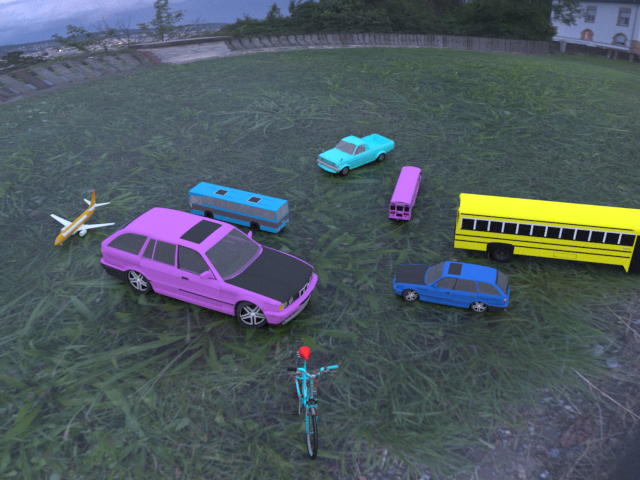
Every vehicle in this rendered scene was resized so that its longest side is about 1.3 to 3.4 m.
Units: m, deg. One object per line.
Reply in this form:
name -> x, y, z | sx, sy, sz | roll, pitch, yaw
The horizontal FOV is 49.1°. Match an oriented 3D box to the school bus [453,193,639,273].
school bus -> 3.709, -0.088, 10.498 | 3.322, 0.844, 0.709 | 6, 31, 10

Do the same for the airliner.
airliner -> -3.944, -0.351, 11.343 | 1.161, 0.429, 1.307 | 8, 32, 13

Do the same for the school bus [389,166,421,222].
school bus -> 1.504, -0.848, 12.173 | 0.365, 0.434, 1.708 | 7, 32, 12

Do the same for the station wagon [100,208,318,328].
station wagon -> -1.567, 0.280, 9.806 | 3.105, 0.920, 1.327 | 14, 34, 22

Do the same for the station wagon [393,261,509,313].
station wagon -> 1.821, 0.587, 9.729 | 1.597, 0.473, 0.682 | 8, 32, 14

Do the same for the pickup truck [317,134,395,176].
pickup truck -> 0.708, -1.730, 13.576 | 1.603, 0.511, 0.640 | -24, 38, -34

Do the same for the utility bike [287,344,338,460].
utility bike -> -0.106, 1.602, 7.566 | 0.535, 0.946, 1.435 | -5, 31, -8

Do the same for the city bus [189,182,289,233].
city bus -> -1.353, -0.528, 11.612 | 1.674, 0.460, 0.476 | 13, 33, 21
